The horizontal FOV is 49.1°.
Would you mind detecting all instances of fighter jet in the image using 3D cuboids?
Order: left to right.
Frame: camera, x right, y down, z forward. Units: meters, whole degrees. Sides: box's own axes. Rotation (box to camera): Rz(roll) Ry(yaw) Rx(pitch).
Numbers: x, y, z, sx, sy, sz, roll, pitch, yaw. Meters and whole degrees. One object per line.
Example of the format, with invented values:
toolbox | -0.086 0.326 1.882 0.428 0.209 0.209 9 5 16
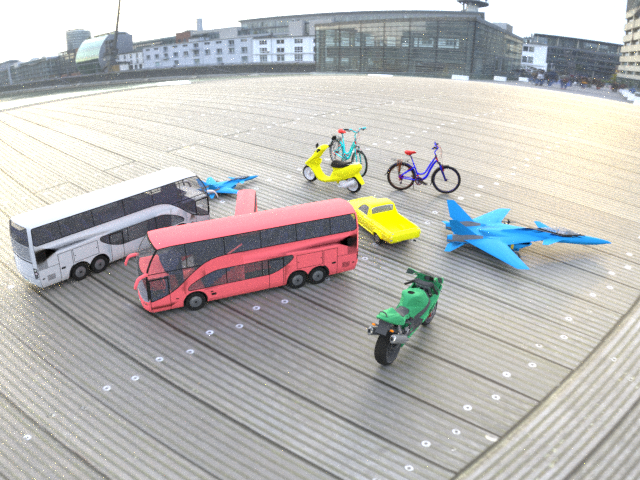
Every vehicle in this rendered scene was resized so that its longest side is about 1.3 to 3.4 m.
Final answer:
fighter jet | -1.705 -1.142 13.407 1.358 0.286 1.147 -23 34 -38
fighter jet | 3.300 -0.174 11.124 2.640 0.557 2.229 3 26 6

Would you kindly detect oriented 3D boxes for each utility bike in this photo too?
utility bike | 0.599 -1.869 14.140 0.535 0.946 1.435 -15 30 -27
utility bike | 1.932 -1.371 13.125 1.435 0.946 0.535 6 27 11

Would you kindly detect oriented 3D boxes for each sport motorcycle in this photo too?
sport motorcycle | 1.089 0.919 8.597 0.506 0.821 1.520 17 31 30

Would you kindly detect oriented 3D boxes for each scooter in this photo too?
scooter | 0.242 -1.434 13.283 1.399 0.919 0.662 17 31 31

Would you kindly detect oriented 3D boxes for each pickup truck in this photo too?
pickup truck | 1.006 -0.378 11.595 0.640 0.511 1.603 -12 29 -23

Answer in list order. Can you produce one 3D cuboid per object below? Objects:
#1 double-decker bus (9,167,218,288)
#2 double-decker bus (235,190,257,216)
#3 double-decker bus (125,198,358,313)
double-decker bus | -3.064 -0.289 10.799 0.756 1.052 3.251 22 34 38
double-decker bus | -1.206 -0.270 11.339 0.389 0.541 1.672 -1 26 -3
double-decker bus | -1.021 0.202 9.798 3.251 1.052 0.756 -11 28 -21
